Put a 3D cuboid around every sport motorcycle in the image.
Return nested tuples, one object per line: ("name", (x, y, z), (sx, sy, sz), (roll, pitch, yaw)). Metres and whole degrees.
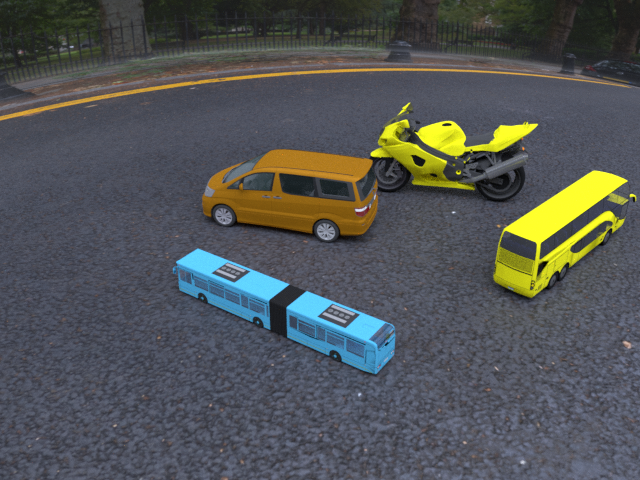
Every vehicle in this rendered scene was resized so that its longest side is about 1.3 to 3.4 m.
("sport motorcycle", (2.309, -1.523, 12.674), (2.955, 1.596, 0.983), (5, 30, 9))

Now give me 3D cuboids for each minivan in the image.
("minivan", (-0.544, -0.862, 11.930), (3.011, 1.197, 1.324), (9, 31, 15))

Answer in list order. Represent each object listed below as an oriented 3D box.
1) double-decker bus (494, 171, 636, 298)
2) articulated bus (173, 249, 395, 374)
("double-decker bus", (3.870, -0.187, 10.908), (0.756, 1.052, 3.251), (26, 39, 37))
("articulated bus", (-0.577, 0.899, 9.520), (3.401, 0.561, 0.605), (19, 35, 29))
